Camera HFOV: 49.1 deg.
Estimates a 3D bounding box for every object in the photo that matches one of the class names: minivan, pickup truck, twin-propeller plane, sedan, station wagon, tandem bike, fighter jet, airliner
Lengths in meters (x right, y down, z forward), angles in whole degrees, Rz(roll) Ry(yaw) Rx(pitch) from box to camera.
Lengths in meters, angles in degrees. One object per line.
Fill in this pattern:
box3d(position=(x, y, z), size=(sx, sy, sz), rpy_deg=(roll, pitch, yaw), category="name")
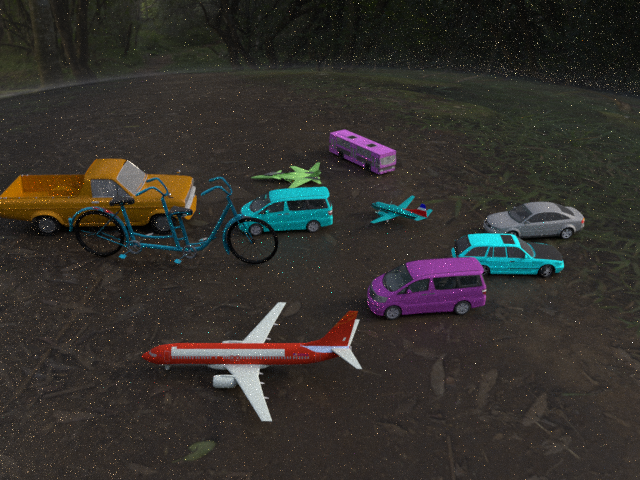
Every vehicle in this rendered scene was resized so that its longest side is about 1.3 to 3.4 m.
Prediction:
box3d(position=(-0.575, -0.496, 11.518), size=(1.548, 0.616, 0.681), rpy_deg=(-3, 27, -7), category="minivan")
box3d(position=(-3.656, -0.771, 11.643), size=(3.117, 0.993, 1.244), rpy_deg=(-1, 27, -2), category="pickup truck")
box3d(position=(1.325, -0.531, 11.817), size=(1.095, 0.407, 1.370), rpy_deg=(18, 32, 32), category="twin-propeller plane")
box3d(position=(3.460, -0.329, 11.335), size=(1.613, 0.483, 0.635), rpy_deg=(-3, 27, -7), category="sedan")
box3d(position=(2.770, 0.196, 10.308), size=(1.597, 0.473, 0.682), rpy_deg=(1, 27, 2), category="station wagon")
box3d(position=(-2.195, -0.284, 10.313), size=(3.192, 1.326, 0.550), rpy_deg=(3, 27, 6), category="tandem bike")
box3d(position=(-0.652, -1.277, 13.426), size=(1.358, 0.286, 1.147), rpy_deg=(0, 27, -1), category="fighter jet")
box3d(position=(-0.803, 1.155, 8.010), size=(2.541, 0.835, 2.257), rpy_deg=(1, 27, 1), category="airliner")
box3d(position=(1.408, 0.617, 9.318), size=(1.548, 0.616, 0.681), rpy_deg=(-3, 27, -6), category="minivan")

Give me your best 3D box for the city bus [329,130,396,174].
box3d(position=(0.844, -1.787, 14.243), size=(0.476, 0.460, 1.674), rpy_deg=(-18, 32, -31), category="city bus")
